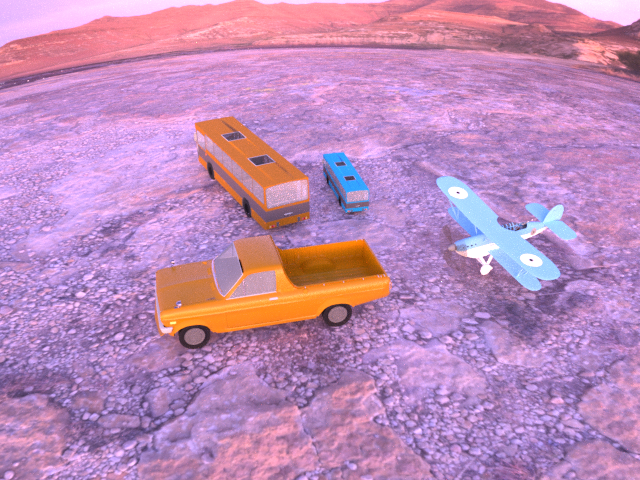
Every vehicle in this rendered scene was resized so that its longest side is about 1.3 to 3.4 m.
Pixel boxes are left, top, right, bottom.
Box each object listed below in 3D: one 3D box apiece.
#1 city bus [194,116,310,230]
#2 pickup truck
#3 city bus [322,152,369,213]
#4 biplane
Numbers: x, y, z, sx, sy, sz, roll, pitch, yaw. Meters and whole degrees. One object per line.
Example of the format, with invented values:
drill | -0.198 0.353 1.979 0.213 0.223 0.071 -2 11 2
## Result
city bus | -1.283 -1.235 12.486 0.926 0.894 3.255 -15 33 -24
pickup truck | -0.655 0.536 9.336 3.117 0.993 1.244 -8 31 -13
city bus | 0.445 -1.034 12.572 0.476 0.460 1.674 -7 31 -12
biplane | 2.793 -0.064 10.384 2.120 0.981 2.598 -14 33 -23
